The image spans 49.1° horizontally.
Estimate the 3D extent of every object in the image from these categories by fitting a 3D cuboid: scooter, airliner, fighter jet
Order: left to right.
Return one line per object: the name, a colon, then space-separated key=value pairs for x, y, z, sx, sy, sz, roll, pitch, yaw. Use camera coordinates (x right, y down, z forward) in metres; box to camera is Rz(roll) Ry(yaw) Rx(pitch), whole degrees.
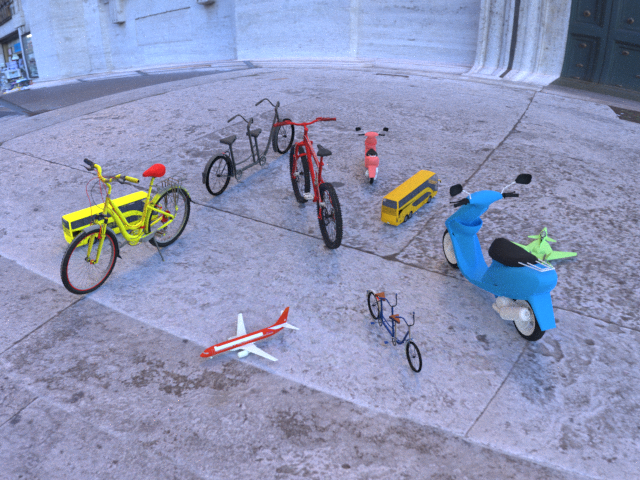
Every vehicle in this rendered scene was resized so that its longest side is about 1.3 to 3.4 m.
airliner: x=-0.954 y=1.216 z=9.110 sx=1.307 sy=0.429 sz=1.161 roll=-15 pitch=32 yaw=-25
scooter: x=1.025 y=-1.750 z=13.939 sx=0.662 sy=0.919 sz=1.399 roll=1 pitch=29 yaw=2
scooter: x=2.444 y=0.095 z=9.729 sx=1.288 sy=1.786 sz=2.721 roll=-10 pitch=31 yaw=-17
fighter jet: x=3.613 y=0.010 z=11.424 sx=1.147 sy=0.286 sz=1.358 roll=11 pitch=31 yaw=20

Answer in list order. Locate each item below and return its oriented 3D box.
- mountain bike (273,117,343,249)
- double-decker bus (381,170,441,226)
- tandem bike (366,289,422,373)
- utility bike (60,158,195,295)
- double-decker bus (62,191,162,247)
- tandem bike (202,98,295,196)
mountain bike: x=-0.106 y=-1.063 z=11.913 sx=1.114 sy=1.688 sz=2.857 roll=-9 pitch=30 yaw=-15
double-decker bus: x=1.645 y=-0.789 z=12.600 sx=0.389 sy=0.541 sz=1.672 roll=18 pitch=34 yaw=29
tandem bike: x=0.954 y=1.051 z=9.147 sx=0.283 sy=0.682 sz=1.642 roll=-10 pitch=31 yaw=-18
utility bike: x=-2.768 y=-0.375 z=10.521 sx=1.039 sy=1.839 sz=2.791 roll=17 pitch=33 yaw=27
double-decker bus: x=-3.503 y=-0.377 z=11.859 sx=1.672 sy=0.541 sz=0.389 roll=-24 pitch=37 yaw=-36
tandem bike: x=-1.348 y=-1.929 z=13.843 sx=0.550 sy=1.326 sz=3.192 roll=15 pitch=33 yaw=25
